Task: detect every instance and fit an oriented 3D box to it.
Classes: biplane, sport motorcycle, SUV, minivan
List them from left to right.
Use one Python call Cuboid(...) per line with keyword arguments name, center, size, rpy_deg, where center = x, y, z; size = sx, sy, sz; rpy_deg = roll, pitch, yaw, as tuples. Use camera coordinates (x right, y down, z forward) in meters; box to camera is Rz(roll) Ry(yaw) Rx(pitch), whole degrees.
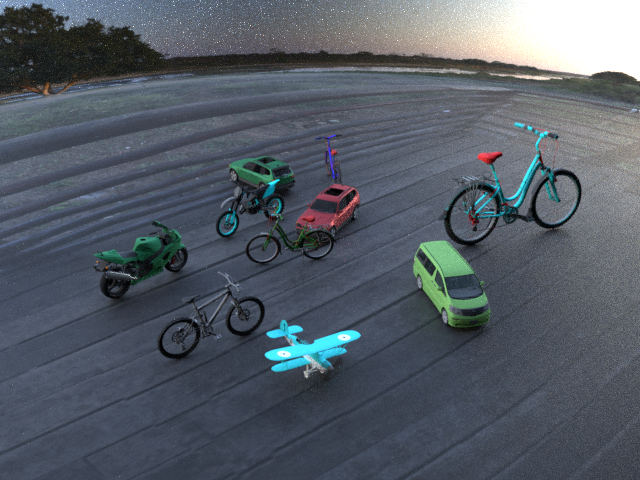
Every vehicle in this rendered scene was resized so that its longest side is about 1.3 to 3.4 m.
Cuboid(name="sport motorcycle", center=(-2.549, 0.278, 10.129), size=(0.506, 0.821, 1.520), rpy_deg=(22, 34, 37))
Cuboid(name="SUV", center=(-1.147, -1.345, 13.654), size=(0.656, 0.580, 1.572), rpy_deg=(-22, 34, -37))
Cuboid(name="biplane", center=(-0.159, 1.304, 8.427), size=(1.336, 0.504, 1.090), rpy_deg=(-19, 32, -32))
Cuboid(name="SUV", center=(0.157, -0.504, 11.969), size=(0.656, 0.580, 1.572), rpy_deg=(13, 29, 24))
Cuboid(name="minivan", center=(1.820, 0.594, 9.726), size=(0.681, 0.616, 1.548), rpy_deg=(-6, 27, -12))

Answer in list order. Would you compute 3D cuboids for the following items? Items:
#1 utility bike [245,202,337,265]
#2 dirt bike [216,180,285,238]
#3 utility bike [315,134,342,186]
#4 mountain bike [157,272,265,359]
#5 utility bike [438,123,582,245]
Cuboid(name="utility bike", center=(-0.424, -0.057, 10.662), size=(1.435, 0.946, 0.535), rpy_deg=(-5, 27, -9))
Cuboid(name="dirt bike", center=(-1.162, -0.591, 11.833), size=(0.527, 0.857, 1.493), rpy_deg=(24, 35, 39))
Cuboid(name="utility bike", center=(0.199, -1.541, 13.637), size=(0.535, 0.946, 1.435), rpy_deg=(-5, 27, -10))
Cuboid(name="mountain bike", center=(-1.340, 0.955, 8.721), size=(1.469, 0.868, 0.573), rpy_deg=(-16, 31, -29))
Cuboid(name="utility bike", center=(3.125, -0.934, 11.420), size=(2.791, 1.839, 1.039), rpy_deg=(-10, 28, -19))
